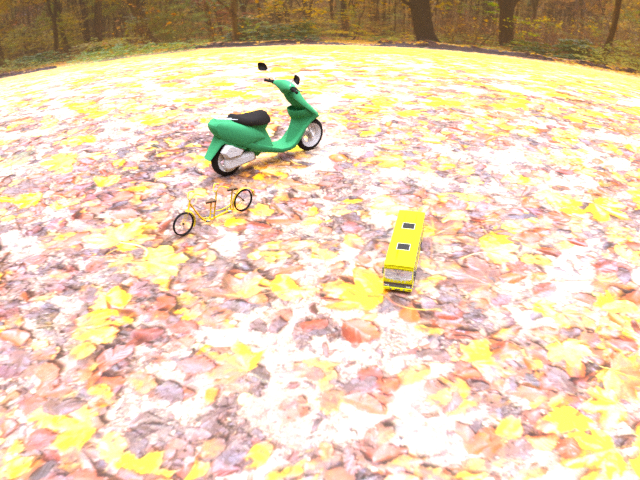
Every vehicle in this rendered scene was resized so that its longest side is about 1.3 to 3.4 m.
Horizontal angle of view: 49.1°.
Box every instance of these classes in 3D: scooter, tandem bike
[{"bbox_3d":[-1.008,-2.290,13.207,2.721,1.786,1.288,-22,37,-33],"label":"scooter"},{"bbox_3d":[-1.708,-0.588,11.348,1.642,0.682,0.283,-26,39,-38],"label":"tandem bike"}]

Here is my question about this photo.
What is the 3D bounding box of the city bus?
[{"bbox_3d":[1.251,0.144,10.295,0.476,0.460,1.674,6,30,11],"label":"city bus"}]
